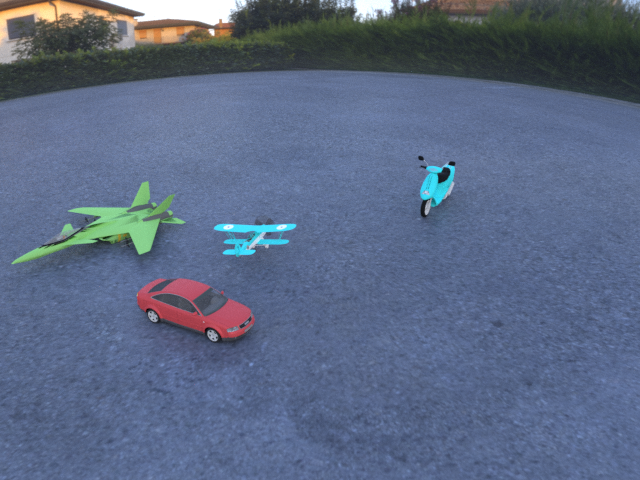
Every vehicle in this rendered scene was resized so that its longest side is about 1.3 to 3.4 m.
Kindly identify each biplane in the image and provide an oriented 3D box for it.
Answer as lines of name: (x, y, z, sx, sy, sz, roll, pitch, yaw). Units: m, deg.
biplane: (-1.042, 0.001, 10.468, 1.336, 0.504, 1.090, 9, 28, 17)

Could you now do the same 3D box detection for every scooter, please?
scooter: (2.031, -1.014, 12.055, 0.662, 0.919, 1.399, 14, 29, 26)

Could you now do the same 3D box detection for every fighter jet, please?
fighter jet: (-3.519, -0.222, 10.859, 2.640, 0.557, 2.229, -24, 35, -39)

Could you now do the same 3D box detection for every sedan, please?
sedan: (-1.577, 0.821, 8.832, 1.613, 0.483, 0.635, 13, 29, 25)
